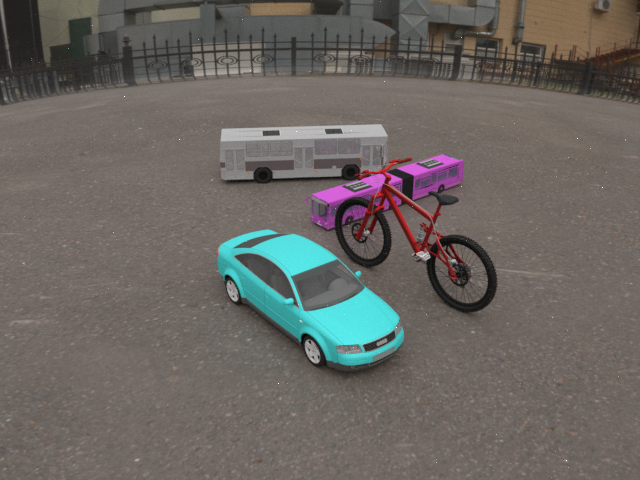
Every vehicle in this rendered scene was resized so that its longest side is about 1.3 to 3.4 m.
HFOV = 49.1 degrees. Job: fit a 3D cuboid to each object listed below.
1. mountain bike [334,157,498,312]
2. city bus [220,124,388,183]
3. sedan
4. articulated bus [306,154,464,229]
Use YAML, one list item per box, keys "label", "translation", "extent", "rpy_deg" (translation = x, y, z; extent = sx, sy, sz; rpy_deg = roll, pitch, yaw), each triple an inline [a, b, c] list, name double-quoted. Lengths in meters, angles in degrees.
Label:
- label: "mountain bike"
  translation: [1.257, -0.104, 9.760]
  extent: [1.114, 1.688, 2.857]
  rpy_deg: [-24, 35, -39]
- label: "city bus"
  translation: [-0.325, -1.701, 13.835]
  extent: [3.255, 0.894, 0.926]
  rpy_deg: [-2, 27, -5]
- label: "sedan"
  translation: [-0.209, 0.609, 9.172]
  extent: [1.235, 0.940, 3.137]
  rpy_deg: [-19, 32, -33]
- label: "articulated bus"
  translation: [1.276, -0.920, 12.648]
  extent: [3.401, 0.561, 0.605]
  rpy_deg: [-19, 33, -34]
